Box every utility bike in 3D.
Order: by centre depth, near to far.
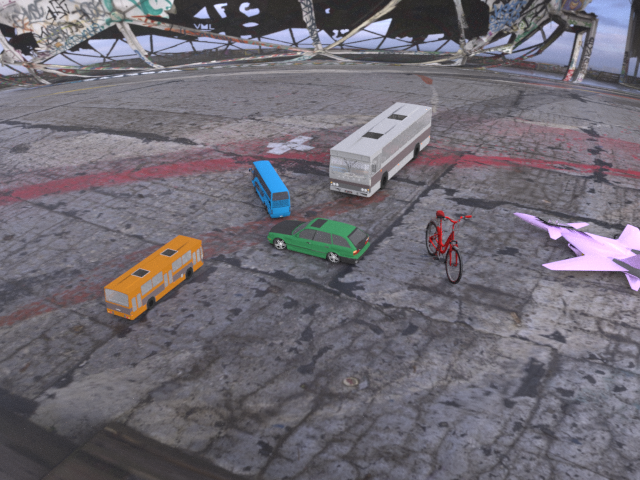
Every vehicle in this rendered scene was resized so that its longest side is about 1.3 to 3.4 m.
[{"bbox_3d":[1.869,-0.023,10.300,0.535,0.946,1.435,-6,29,-11],"label":"utility bike"}]

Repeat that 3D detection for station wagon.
[{"bbox_3d":[-0.044,-0.063,10.879,1.597,0.473,0.682,13,31,23],"label":"station wagon"}]

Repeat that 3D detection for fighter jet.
[{"bbox_3d":[4.078,-0.109,10.876,2.229,0.557,2.640,-19,33,-32],"label":"fighter jet"}]

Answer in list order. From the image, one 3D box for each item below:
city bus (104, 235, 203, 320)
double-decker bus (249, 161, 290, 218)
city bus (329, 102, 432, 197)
[{"bbox_3d":[-2.279,0.512,9.809,0.476,0.460,1.674,13,31,23],"label":"city bus"},{"bbox_3d":[-0.900,-0.937,12.452,0.389,0.541,1.672,-8,29,-15],"label":"double-decker bus"},{"bbox_3d":[1.255,-1.802,13.706,0.926,0.894,3.255,14,31,24],"label":"city bus"}]
